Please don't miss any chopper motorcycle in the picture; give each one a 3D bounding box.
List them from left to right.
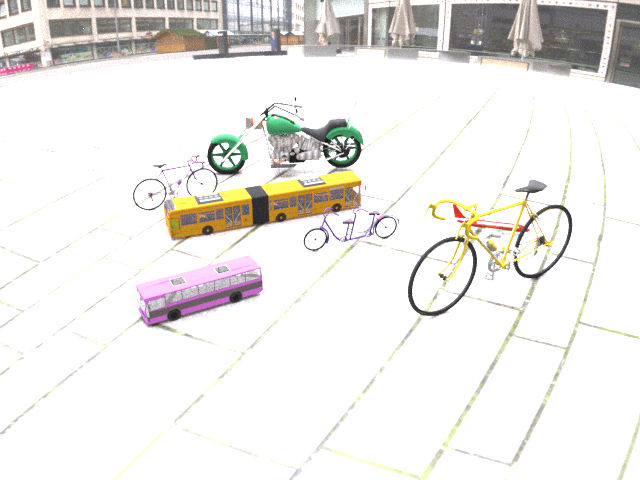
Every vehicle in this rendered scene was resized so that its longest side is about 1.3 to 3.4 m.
[{"bbox_3d":[-0.661,-2.017,13.455,3.040,1.480,0.906,-2,28,-4],"label":"chopper motorcycle"}]

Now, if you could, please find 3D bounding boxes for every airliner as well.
[{"bbox_3d":[2.783,-0.334,11.443,1.307,0.429,1.161,6,29,12],"label":"airliner"}]

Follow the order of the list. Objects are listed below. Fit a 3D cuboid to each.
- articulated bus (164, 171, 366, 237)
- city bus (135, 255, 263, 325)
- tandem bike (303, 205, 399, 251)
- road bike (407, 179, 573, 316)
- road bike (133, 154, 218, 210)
[{"bbox_3d":[-0.889,-0.623,11.839,3.401,0.561,0.605,-11,30,-19],"label":"articulated bus"},{"bbox_3d":[-1.622,0.678,9.534,1.674,0.460,0.476,-15,32,-25],"label":"city bus"},{"bbox_3d":[0.511,-0.231,10.986,1.642,0.682,0.283,-10,30,-18],"label":"tandem bike"},{"bbox_3d":[2.401,0.039,9.460,3.004,1.656,0.696,-16,32,-27],"label":"road bike"},{"bbox_3d":[-2.524,-1.008,12.246,1.545,0.852,0.358,-14,32,-25],"label":"road bike"}]
